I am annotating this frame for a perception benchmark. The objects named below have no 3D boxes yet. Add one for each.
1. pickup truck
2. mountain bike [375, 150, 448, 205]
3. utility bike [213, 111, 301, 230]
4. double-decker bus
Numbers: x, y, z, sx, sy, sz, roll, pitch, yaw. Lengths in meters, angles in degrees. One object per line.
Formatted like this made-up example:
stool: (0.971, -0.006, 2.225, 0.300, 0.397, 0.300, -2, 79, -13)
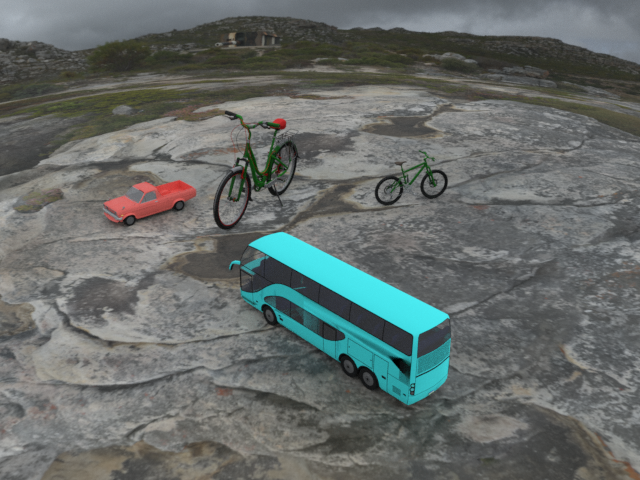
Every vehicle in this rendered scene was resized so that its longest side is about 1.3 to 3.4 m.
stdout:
pickup truck: (-2.983, -0.732, 12.309, 1.603, 0.511, 0.640, -22, 34, -36)
mountain bike: (1.668, -1.092, 12.631, 1.469, 0.868, 0.573, -9, 28, -18)
utility bike: (-0.954, -1.347, 12.055, 1.039, 1.839, 2.791, 13, 29, 24)
double-decker bus: (0.144, 0.821, 8.582, 0.756, 1.052, 3.251, -22, 34, -37)
